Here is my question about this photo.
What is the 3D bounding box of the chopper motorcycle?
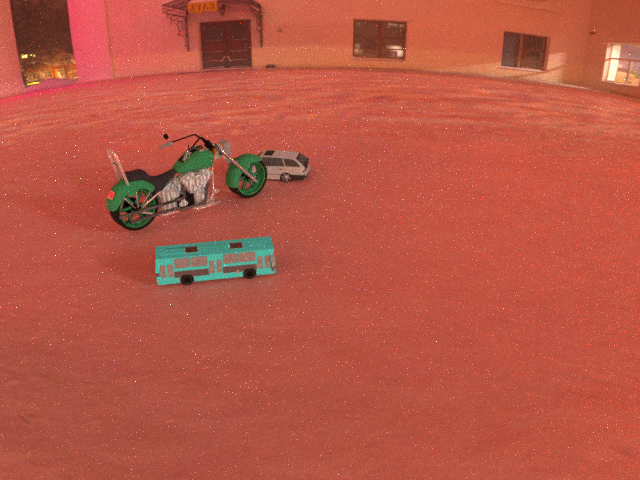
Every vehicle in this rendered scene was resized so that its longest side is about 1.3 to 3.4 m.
[{"bbox_3d":[-2.160,-1.124,11.734,3.040,1.480,0.906,-22,34,-37],"label":"chopper motorcycle"}]

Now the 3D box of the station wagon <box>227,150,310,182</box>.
[{"bbox_3d":[-1.005,-1.469,13.538,1.597,0.473,0.682,4,27,9],"label":"station wagon"}]

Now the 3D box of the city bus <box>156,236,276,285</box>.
[{"bbox_3d":[-1.495,0.310,10.023,1.674,0.460,0.476,-5,27,-10],"label":"city bus"}]
